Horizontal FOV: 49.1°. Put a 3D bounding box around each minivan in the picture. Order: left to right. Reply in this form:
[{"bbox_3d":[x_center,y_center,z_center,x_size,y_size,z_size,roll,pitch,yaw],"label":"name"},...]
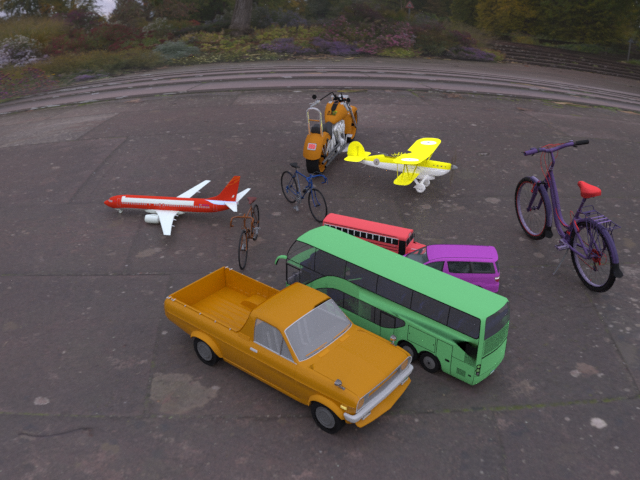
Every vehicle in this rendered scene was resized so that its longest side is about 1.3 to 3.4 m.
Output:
[{"bbox_3d":[1.761,0.415,9.982,1.548,0.616,0.681,2,28,4],"label":"minivan"}]

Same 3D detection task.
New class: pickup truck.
[{"bbox_3d":[-0.451,1.087,8.285,3.117,0.993,1.244,21,34,34],"label":"pickup truck"}]

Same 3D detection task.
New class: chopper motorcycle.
[{"bbox_3d":[0.288,-2.394,14.440,0.906,1.480,3.040,8,29,15],"label":"chopper motorcycle"}]

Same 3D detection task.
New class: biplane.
[{"bbox_3d":[1.538,-1.467,13.199,2.120,0.981,2.598,9,29,17],"label":"biplane"}]

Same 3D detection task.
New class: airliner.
[{"bbox_3d":[-2.541,-0.778,12.035,2.541,0.835,2.257,4,28,8],"label":"airliner"}]

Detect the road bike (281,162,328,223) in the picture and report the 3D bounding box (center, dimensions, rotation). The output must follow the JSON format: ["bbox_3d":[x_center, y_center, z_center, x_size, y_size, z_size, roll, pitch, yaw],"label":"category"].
[{"bbox_3d":[-0.297,-0.884,12.220,0.358,0.852,1.545,-16,32,-29],"label":"road bike"}]

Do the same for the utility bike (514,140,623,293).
[{"bbox_3d":[3.543,-0.452,10.322,1.039,1.839,2.791,-7,28,-13],"label":"utility bike"}]

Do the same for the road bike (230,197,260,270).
[{"bbox_3d":[-1.102,-0.179,10.868,0.358,0.852,1.545,3,28,6],"label":"road bike"}]

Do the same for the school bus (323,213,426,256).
[{"bbox_3d":[0.869,-0.038,11.048,1.708,0.434,0.365,12,30,23],"label":"school bus"}]

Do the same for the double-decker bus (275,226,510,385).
[{"bbox_3d":[0.821,0.715,8.935,3.251,1.052,0.756,23,35,37],"label":"double-decker bus"}]
